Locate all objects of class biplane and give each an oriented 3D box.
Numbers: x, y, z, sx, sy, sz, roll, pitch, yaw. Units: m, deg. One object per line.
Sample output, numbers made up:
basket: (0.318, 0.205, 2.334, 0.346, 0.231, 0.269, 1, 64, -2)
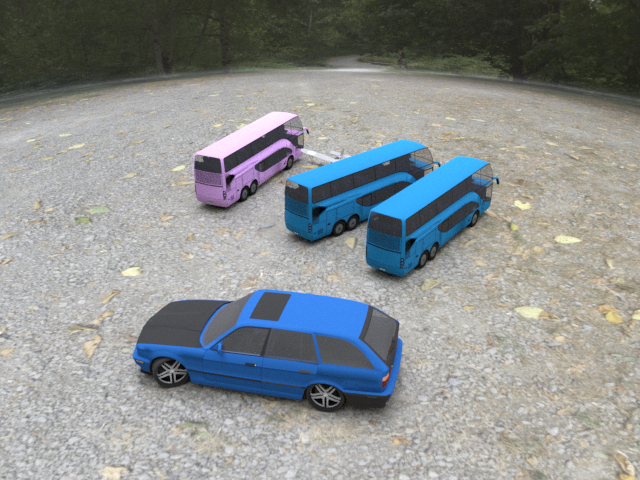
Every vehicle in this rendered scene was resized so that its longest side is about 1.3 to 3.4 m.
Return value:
biplane: (0.307, -1.529, 13.858, 1.336, 0.504, 1.090, 10, 28, 18)

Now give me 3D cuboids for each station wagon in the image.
station wagon: (-0.620, 1.135, 8.119, 3.105, 0.920, 1.327, 6, 27, 12)

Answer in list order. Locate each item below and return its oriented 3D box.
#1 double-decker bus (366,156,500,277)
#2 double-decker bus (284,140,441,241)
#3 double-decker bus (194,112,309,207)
double-decker bus: (1.854, -0.481, 11.174, 0.756, 1.052, 3.251, 18, 32, 32)
double-decker bus: (0.785, -0.930, 12.063, 3.251, 1.052, 0.756, -23, 35, -38)
double-decker bus: (-1.253, -1.632, 13.455, 0.756, 1.052, 3.251, 12, 29, 22)
